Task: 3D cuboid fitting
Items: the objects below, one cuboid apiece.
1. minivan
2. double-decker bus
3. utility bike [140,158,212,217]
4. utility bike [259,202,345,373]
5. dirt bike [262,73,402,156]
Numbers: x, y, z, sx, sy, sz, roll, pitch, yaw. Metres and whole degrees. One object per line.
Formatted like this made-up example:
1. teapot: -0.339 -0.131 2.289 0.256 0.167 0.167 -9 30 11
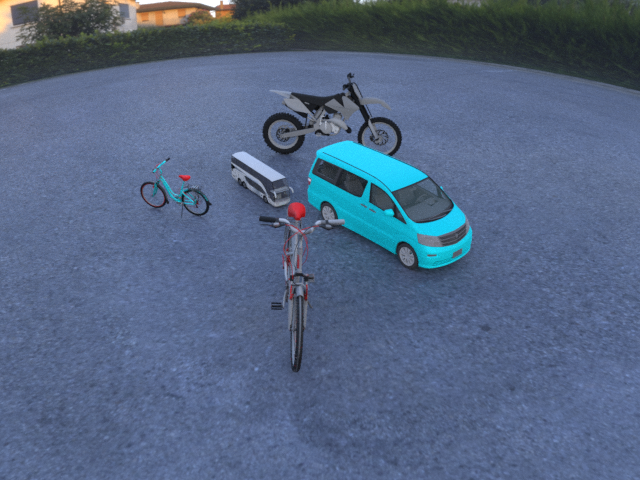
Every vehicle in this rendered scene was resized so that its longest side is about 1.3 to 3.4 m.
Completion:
1. minivan: 1.115 -0.633 11.518 1.324 1.197 3.011 -23 37 -35
2. double-decker bus: -1.113 -1.131 13.044 0.389 0.541 1.672 -20 35 -30
3. utility bike: -2.565 -0.876 12.194 1.435 0.946 0.535 10 32 18
4. utility bike: -0.243 0.327 9.204 1.039 1.839 2.791 -2 30 -4
5. dirt bike: 0.235 -2.472 14.247 2.903 1.666 1.024 4 30 8
